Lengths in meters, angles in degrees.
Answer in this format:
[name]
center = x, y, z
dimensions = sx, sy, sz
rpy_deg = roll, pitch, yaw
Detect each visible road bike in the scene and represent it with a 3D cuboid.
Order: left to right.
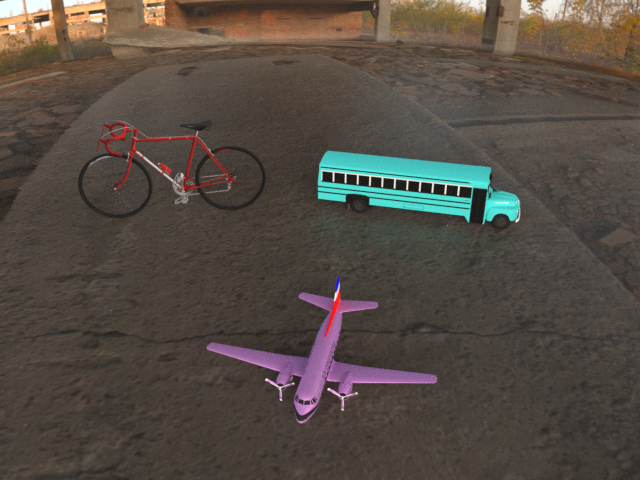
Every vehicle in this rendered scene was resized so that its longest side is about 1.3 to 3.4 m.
[road bike]
center = -2.381, -1.151, 11.282
dimensions = 3.004, 1.656, 0.696
rpy_deg = -4, 31, -7

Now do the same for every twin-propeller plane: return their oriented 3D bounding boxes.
[twin-propeller plane]
center = 0.026, 1.241, 8.067
dimensions = 2.663, 0.792, 2.129
rpy_deg = 6, 31, 11

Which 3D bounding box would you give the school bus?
[school bus]
center = 1.636, -0.858, 11.584
dimensions = 3.322, 0.844, 0.709
rpy_deg = 7, 31, 12
